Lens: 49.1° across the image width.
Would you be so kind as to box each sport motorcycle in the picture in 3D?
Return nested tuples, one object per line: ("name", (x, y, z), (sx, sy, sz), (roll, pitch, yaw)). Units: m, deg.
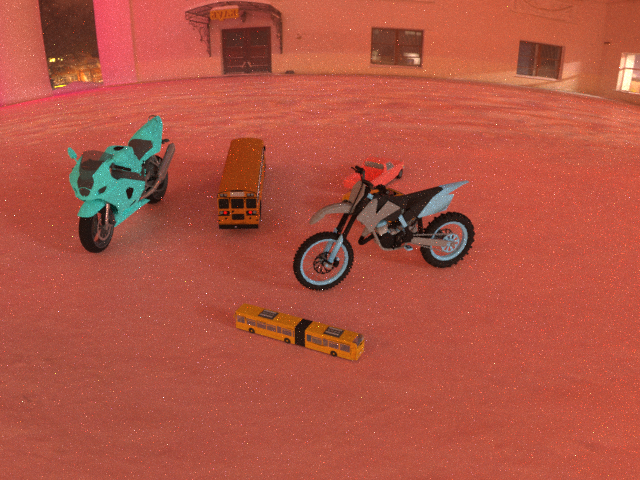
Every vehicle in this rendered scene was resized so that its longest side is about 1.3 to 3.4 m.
("sport motorcycle", (-3.285, -1.005, 11.791), (0.983, 1.596, 2.955), (6, 27, 11))

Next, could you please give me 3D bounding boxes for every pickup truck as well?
("pickup truck", (1.069, -1.316, 13.649), (0.640, 0.511, 1.603), (15, 30, 27))

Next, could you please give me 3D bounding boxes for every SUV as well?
("SUV", (1.041, -0.615, 12.150), (0.656, 0.580, 1.572), (-19, 32, -33))

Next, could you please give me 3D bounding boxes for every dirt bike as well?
("dirt bike", (0.988, -0.176, 10.031), (2.903, 1.666, 1.024), (-10, 28, -19))

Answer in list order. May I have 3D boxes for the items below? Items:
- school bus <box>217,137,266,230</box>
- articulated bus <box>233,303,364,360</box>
("school bus", (-1.396, -1.145, 12.925), (0.709, 0.844, 3.322), (-1, 26, -2))
("articulated bus", (-0.288, 1.154, 8.893), (1.749, 0.289, 0.311), (12, 29, 23))
